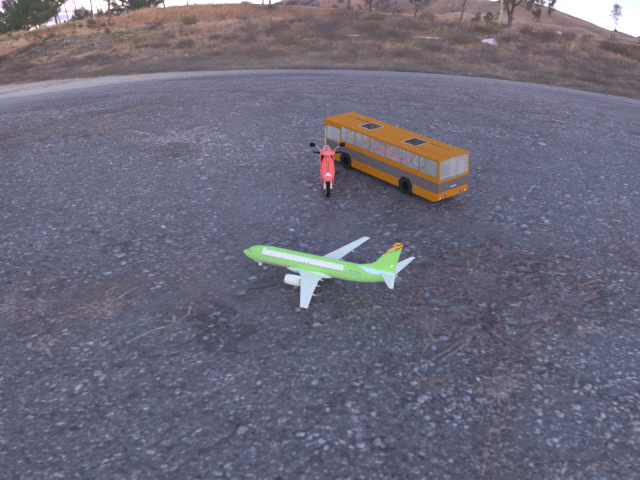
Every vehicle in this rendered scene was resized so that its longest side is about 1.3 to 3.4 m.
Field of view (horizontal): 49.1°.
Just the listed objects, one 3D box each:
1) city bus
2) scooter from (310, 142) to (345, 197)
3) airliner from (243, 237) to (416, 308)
[{"bbox_3d":[1.380,-1.638,13.596,0.926,0.894,3.255,-19,32,-33],"label":"city bus"},{"bbox_3d":[0.134,-1.448,13.188,0.662,0.919,1.399,0,27,-1],"label":"scooter"},{"bbox_3d":[0.000,0.197,9.997,2.541,0.835,2.257,12,29,22],"label":"airliner"}]
